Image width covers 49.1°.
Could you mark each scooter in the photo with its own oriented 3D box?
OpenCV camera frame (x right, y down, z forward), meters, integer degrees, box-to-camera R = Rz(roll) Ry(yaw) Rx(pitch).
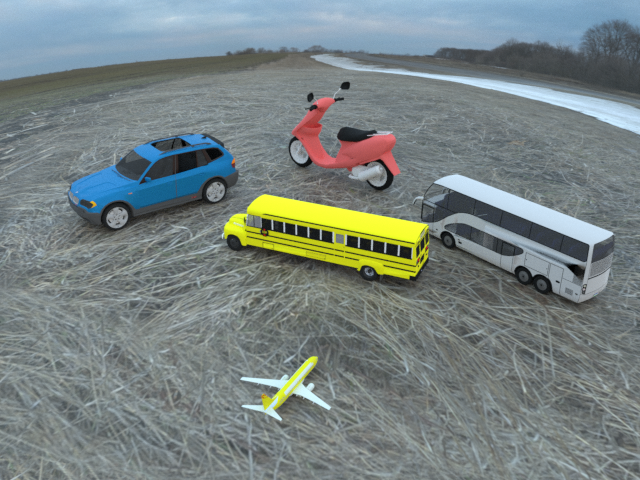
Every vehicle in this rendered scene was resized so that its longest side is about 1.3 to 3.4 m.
[{"bbox_3d":[0.410,-2.043,13.661,2.721,1.786,1.288,21,33,34],"label":"scooter"}]

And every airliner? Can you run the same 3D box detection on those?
[{"bbox_3d":[-0.337,1.594,8.026,1.161,0.429,1.307,13,30,24],"label":"airliner"}]

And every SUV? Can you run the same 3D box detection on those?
[{"bbox_3d":[-2.975,-1.147,12.628,3.058,1.128,1.276,-18,32,-32],"label":"SUV"}]

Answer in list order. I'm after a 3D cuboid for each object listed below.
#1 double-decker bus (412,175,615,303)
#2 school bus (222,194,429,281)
[{"bbox_3d":[2.842,-0.128,10.716,0.756,1.052,3.251,-20,33,-34],"label":"double-decker bus"},{"bbox_3d":[0.003,-0.076,10.842,3.322,0.844,0.709,12,29,22],"label":"school bus"}]
